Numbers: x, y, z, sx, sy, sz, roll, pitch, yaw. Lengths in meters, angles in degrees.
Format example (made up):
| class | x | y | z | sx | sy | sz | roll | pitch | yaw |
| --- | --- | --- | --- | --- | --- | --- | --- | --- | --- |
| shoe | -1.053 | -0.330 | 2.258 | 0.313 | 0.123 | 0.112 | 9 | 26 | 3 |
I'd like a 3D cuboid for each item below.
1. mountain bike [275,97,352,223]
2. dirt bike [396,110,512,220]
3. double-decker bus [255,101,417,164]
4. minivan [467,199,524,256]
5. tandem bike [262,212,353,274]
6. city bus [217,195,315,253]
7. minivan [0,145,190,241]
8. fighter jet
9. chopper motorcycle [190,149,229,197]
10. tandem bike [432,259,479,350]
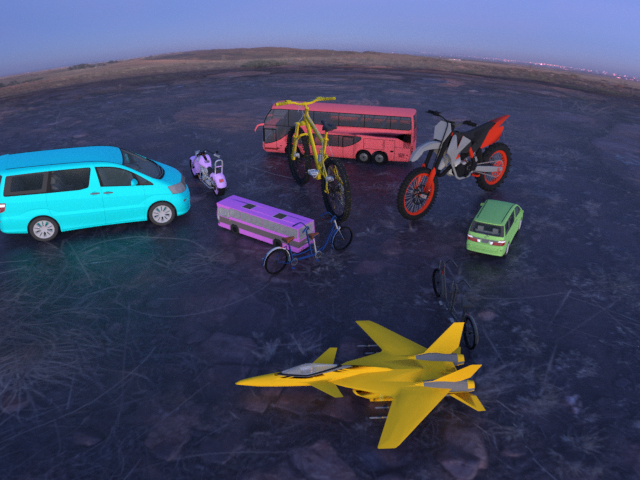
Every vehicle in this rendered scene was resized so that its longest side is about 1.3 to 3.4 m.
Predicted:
| class | x | y | z | sx | sy | sz | roll | pitch | yaw |
| --- | --- | --- | --- | --- | --- | --- | --- | --- | --- |
| mountain bike | -0.064 | -1.460 | 12.070 | 1.114 | 1.688 | 2.857 | -10 | 29 | -19 |
| dirt bike | 2.383 | -1.367 | 11.909 | 2.903 | 1.666 | 1.024 | -21 | 33 | -35 |
| double-decker bus | 0.333 | -2.212 | 14.262 | 3.251 | 1.052 | 0.756 | 6 | 27 | 11 |
| minivan | 2.761 | -0.283 | 10.930 | 0.681 | 0.616 | 1.548 | 12 | 29 | 23 |
| tandem bike | -0.155 | 0.023 | 10.252 | 1.642 | 0.682 | 0.283 | -19 | 32 | -32 |
| city bus | -0.872 | -0.248 | 11.034 | 1.674 | 0.460 | 0.476 | 18 | 32 | 32 |
| minivan | -3.676 | -0.867 | 11.442 | 3.011 | 1.197 | 1.324 | -8 | 28 | -16 |
| fighter jet | 0.387 | 1.393 | 7.681 | 2.640 | 0.557 | 2.229 | -1 | 27 | -3 |
| chopper motorcycle | -2.082 | -1.329 | 12.837 | 0.466 | 0.761 | 1.563 | -14 | 30 | -26 |
| tandem bike | 1.695 | 0.733 | 8.848 | 0.283 | 0.682 | 1.642 | -4 | 27 | -9 |
